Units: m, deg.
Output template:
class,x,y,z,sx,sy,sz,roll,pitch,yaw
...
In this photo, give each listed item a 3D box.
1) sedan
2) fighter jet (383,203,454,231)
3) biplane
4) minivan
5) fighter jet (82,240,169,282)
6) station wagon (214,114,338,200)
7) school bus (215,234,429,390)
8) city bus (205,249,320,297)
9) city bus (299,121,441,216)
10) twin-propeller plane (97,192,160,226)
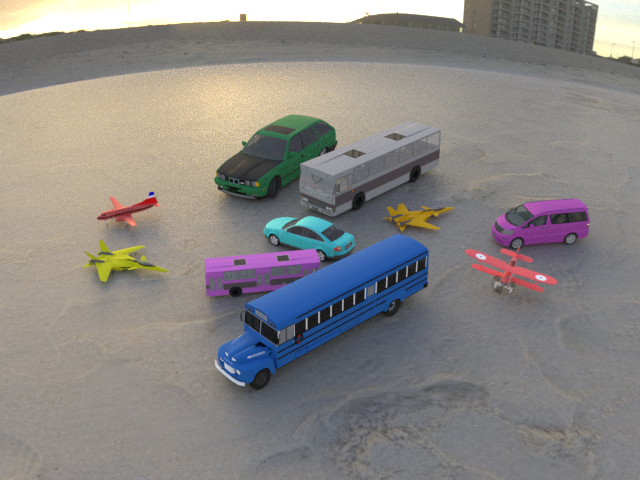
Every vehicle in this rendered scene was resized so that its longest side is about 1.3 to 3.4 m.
class,x,y,z,sx,sy,sz,roll,pitch,yaw
sedan,-0.198,-0.109,11.371,1.613,0.483,0.635,18,33,29
fighter jet,1.835,-0.506,12.314,1.358,0.286,1.147,-14,31,-25
biplane,2.830,0.441,10.329,1.336,0.504,1.090,13,31,22
minivan,3.637,-0.289,11.564,1.548,0.616,0.681,-5,29,-9
fighter jet,-2.939,0.307,10.806,1.358,0.286,1.147,9,30,16
station wagon,-0.836,-1.755,13.963,1.327,0.920,3.105,15,32,26
school bus,0.107,0.860,9.193,3.322,0.844,0.709,-23,36,-36
city bus,-0.841,0.495,10.275,1.674,0.460,0.476,-5,29,-9
city bus,1.024,-1.379,13.292,0.926,0.894,3.255,24,36,37
twin-propeller plane,-3.383,-0.566,12.298,1.095,0.407,1.370,-16,32,-27
